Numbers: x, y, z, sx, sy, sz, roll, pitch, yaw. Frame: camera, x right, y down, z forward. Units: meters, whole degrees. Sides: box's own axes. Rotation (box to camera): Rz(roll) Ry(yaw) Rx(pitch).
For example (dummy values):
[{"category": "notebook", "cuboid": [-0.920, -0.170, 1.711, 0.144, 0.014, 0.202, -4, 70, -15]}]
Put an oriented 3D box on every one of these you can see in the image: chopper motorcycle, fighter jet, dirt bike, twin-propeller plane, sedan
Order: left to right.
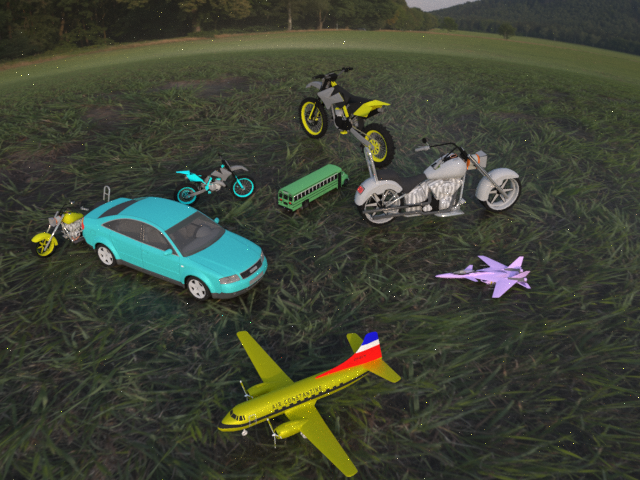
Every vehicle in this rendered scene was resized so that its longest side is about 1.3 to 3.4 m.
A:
[{"category": "chopper motorcycle", "cuboid": [-3.973, -0.298, 11.315, 0.466, 0.761, 1.563, 23, 37, 34]}, {"category": "sedan", "cuboid": [-2.246, -0.012, 10.638, 3.137, 0.940, 1.235, 17, 34, 26]}, {"category": "dirt bike", "cuboid": [-1.889, -1.048, 12.520, 1.493, 0.857, 0.527, -9, 31, -15]}, {"category": "twin-propeller plane", "cuboid": [-0.178, 1.637, 7.923, 2.129, 0.792, 2.663, -16, 34, -26]}, {"category": "dirt bike", "cuboid": [0.481, -2.580, 14.369, 1.024, 1.666, 2.903, -23, 37, -34]}, {"category": "chopper motorcycle", "cuboid": [2.054, -1.019, 11.845, 3.040, 1.480, 0.906, -8, 31, -14]}, {"category": "fighter jet", "cuboid": [2.408, 0.473, 10.451, 1.358, 0.286, 1.147, 0, 30, 1]}]

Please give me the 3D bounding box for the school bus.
[{"category": "school bus", "cuboid": [-0.079, -0.992, 12.847, 0.365, 0.434, 1.708, 22, 36, 33]}]
